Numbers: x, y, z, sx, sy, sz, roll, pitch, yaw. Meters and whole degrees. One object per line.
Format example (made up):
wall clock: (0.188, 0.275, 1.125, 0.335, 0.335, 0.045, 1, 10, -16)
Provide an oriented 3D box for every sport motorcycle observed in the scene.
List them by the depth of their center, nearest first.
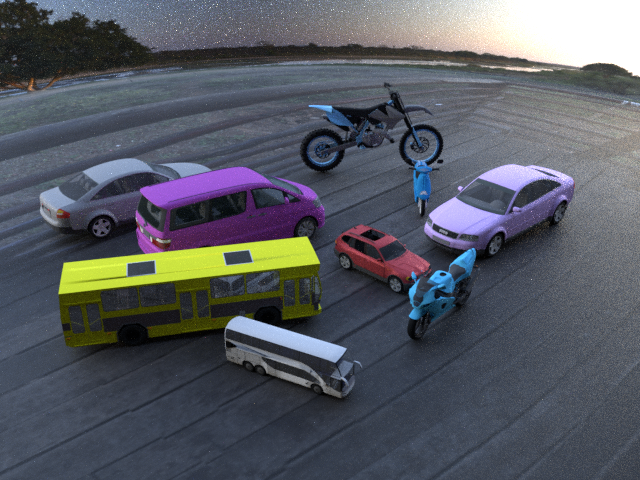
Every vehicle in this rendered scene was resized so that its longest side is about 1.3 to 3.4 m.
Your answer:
sport motorcycle: (1.612, 0.701, 9.209, 0.506, 0.821, 1.520, 21, 34, 35)

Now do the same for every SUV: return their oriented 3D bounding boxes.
SUV: (0.915, 0.229, 10.379, 1.572, 0.580, 0.656, 24, 36, 38)

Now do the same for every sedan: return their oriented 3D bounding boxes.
sedan: (3.037, -0.630, 11.647, 3.137, 0.940, 1.235, -22, 35, -36)
sedan: (-3.233, -0.898, 12.162, 3.137, 0.940, 1.235, -20, 34, -34)

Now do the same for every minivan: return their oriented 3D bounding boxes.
minivan: (-1.342, -0.470, 11.059, 3.011, 1.197, 1.324, -18, 32, -30)

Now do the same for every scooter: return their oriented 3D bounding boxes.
scooter: (1.831, -1.080, 12.536, 0.662, 0.919, 1.399, 2, 27, 4)

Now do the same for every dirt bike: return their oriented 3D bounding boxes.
dirt bike: (1.043, -2.174, 13.834, 2.903, 1.666, 1.024, -3, 28, -5)

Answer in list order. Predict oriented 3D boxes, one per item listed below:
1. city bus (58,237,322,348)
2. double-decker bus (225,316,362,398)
city bus: (-1.643, 0.688, 9.154, 3.255, 0.894, 0.926, -6, 28, -12)
double-decker bus: (-0.347, 1.372, 8.219, 1.672, 0.541, 0.389, 13, 30, 24)
